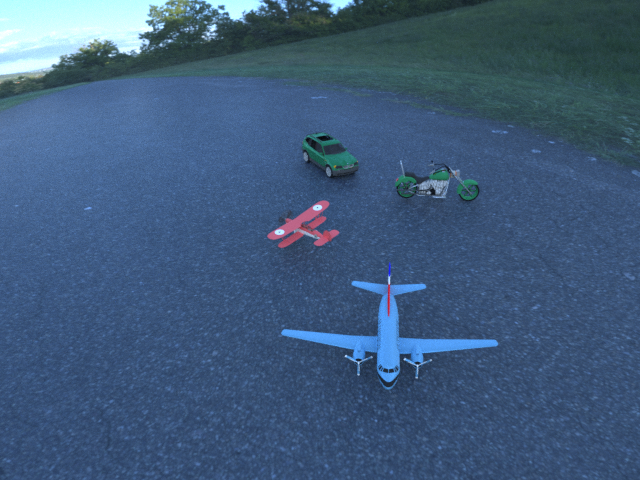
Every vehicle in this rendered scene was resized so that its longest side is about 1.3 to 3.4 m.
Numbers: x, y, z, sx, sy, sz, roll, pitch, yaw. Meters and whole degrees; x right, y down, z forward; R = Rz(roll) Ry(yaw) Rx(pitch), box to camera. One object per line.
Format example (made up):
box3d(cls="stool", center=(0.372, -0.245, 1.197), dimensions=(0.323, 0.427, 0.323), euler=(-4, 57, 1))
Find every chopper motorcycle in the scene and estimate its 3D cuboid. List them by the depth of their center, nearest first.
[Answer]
box3d(cls="chopper motorcycle", center=(2.179, -1.100, 12.977), dimensions=(1.563, 0.761, 0.466), euler=(1, 28, 2))

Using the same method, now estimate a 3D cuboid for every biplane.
box3d(cls="biplane", center=(-0.223, -0.156, 11.453), dimensions=(1.090, 0.504, 1.336), euler=(24, 36, 38))

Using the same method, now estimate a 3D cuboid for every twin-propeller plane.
box3d(cls="twin-propeller plane", center=(0.863, 1.069, 8.807), dimensions=(2.663, 0.792, 2.129), euler=(2, 28, 4))

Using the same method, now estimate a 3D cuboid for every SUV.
box3d(cls="SUV", center=(0.190, -1.791, 14.489), dimensions=(0.656, 0.580, 1.572), euler=(-15, 31, -26))
